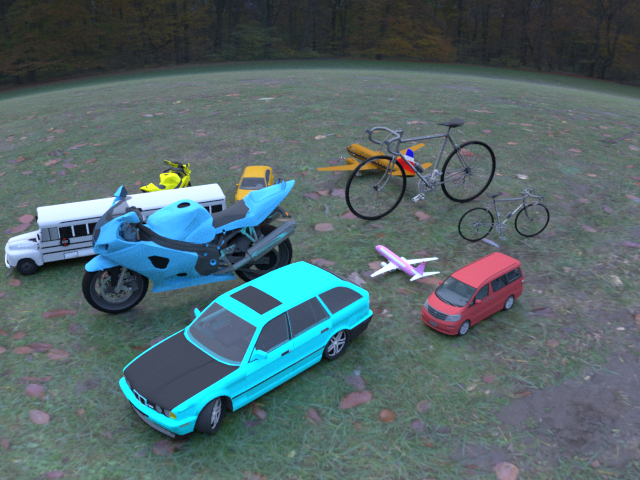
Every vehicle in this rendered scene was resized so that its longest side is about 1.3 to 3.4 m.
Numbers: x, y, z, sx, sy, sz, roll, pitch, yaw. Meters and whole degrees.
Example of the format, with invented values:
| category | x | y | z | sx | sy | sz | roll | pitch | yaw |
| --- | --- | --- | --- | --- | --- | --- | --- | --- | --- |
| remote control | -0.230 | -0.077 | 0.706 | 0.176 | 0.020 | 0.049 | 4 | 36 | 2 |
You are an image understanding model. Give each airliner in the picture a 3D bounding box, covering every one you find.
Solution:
| category | x | y | z | sx | sy | sz | roll | pitch | yaw |
| --- | --- | --- | --- | --- | --- | --- | --- | --- | --- |
| airliner | 1.177 | 0.252 | 10.327 | 1.161 | 0.429 | 1.307 | -13 | 30 | -25 |

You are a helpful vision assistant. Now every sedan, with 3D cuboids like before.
| category | x | y | z | sx | sy | sz | roll | pitch | yaw |
| --- | --- | --- | --- | --- | --- | --- | --- | --- | --- |
| sedan | -1.187 | -0.998 | 12.763 | 0.635 | 0.483 | 1.613 | 0 | 27 | 1 |

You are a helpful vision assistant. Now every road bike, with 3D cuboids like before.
| category | x | y | z | sx | sy | sz | roll | pitch | yaw |
| --- | --- | --- | --- | --- | --- | --- | --- | --- | --- |
| road bike | 1.790 | -1.258 | 11.973 | 3.004 | 1.656 | 0.697 | -11 | 29 | -21 |
| road bike | 2.949 | -0.396 | 11.149 | 1.545 | 0.852 | 0.358 | -4 | 27 | -9 |

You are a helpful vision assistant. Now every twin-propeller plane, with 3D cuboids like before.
| category | x | y | z | sx | sy | sz | roll | pitch | yaw |
| --- | --- | --- | --- | --- | --- | --- | --- | --- | --- |
| twin-propeller plane | 1.161 | -1.642 | 13.706 | 2.663 | 0.792 | 2.129 | -17 | 31 | -30 |

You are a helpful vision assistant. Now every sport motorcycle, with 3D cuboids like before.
| category | x | y | z | sx | sy | sz | roll | pitch | yaw |
| --- | --- | --- | --- | --- | --- | --- | --- | --- | --- |
| sport motorcycle | -1.715 | 0.063 | 9.401 | 2.955 | 1.596 | 0.983 | -11 | 28 | -20 |
| sport motorcycle | -2.629 | -0.829 | 12.049 | 0.506 | 0.821 | 1.520 | 9 | 28 | 17 |

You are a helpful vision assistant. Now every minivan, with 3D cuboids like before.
| category | x | y | z | sx | sy | sz | roll | pitch | yaw |
| --- | --- | --- | --- | --- | --- | --- | --- | --- | --- |
| minivan | 2.024 | 0.693 | 9.237 | 1.548 | 0.616 | 0.681 | -21 | 33 | -35 |

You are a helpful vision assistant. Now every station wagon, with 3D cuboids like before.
| category | x | y | z | sx | sy | sz | roll | pitch | yaw |
| --- | --- | --- | --- | --- | --- | --- | --- | --- | --- |
| station wagon | -0.780 | 1.094 | 8.096 | 3.105 | 0.920 | 1.327 | -24 | 35 | -39 |

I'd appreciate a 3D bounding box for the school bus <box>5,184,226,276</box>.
| category | x | y | z | sx | sy | sz | roll | pitch | yaw |
| --- | --- | --- | --- | --- | --- | --- | --- | --- | --- |
| school bus | -3.100 | -0.204 | 10.775 | 3.322 | 0.844 | 0.709 | -10 | 28 | -18 |
